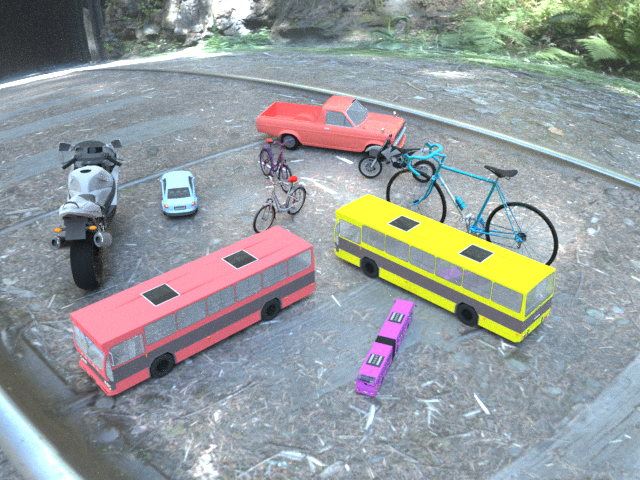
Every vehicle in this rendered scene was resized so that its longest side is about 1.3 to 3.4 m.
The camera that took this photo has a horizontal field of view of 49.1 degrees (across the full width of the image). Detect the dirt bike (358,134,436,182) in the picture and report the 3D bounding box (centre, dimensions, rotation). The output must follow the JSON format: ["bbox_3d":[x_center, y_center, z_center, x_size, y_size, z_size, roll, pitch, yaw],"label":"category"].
[{"bbox_3d":[1.473,-1.521,13.309,1.493,0.857,0.527,5,31,9],"label":"dirt bike"}]

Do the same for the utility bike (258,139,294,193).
[{"bbox_3d":[-0.804,-1.524,13.228,0.535,0.946,1.435,-16,34,-25],"label":"utility bike"}]

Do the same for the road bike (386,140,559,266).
[{"bbox_3d":[2.280,-0.535,10.836,3.004,1.656,0.697,22,37,33],"label":"road bike"}]

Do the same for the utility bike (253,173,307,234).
[{"bbox_3d":[-0.612,-0.687,11.799,0.535,0.946,1.435,21,36,31],"label":"utility bike"}]

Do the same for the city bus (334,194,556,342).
[{"bbox_3d":[1.663,0.349,10.080,3.255,0.894,0.926,25,39,36],"label":"city bus"}]

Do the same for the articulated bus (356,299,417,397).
[{"bbox_3d":[0.862,1.338,8.989,0.311,0.289,1.749,11,32,19],"label":"articulated bus"}]

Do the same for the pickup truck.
[{"bbox_3d":[0.247,-2.477,14.809,3.117,0.993,1.244,10,32,16],"label":"pickup truck"}]

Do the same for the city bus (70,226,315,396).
[{"bbox_3d":[-1.533,0.854,9.217,3.255,0.894,0.926,-25,38,-36],"label":"city bus"}]

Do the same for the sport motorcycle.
[{"bbox_3d":[-3.537,-0.504,10.842,0.983,1.596,2.955,-4,31,-7],"label":"sport motorcycle"}]

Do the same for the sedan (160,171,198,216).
[{"bbox_3d":[-2.562,-0.926,12.664,0.635,0.483,1.613,-6,31,-11],"label":"sedan"}]
